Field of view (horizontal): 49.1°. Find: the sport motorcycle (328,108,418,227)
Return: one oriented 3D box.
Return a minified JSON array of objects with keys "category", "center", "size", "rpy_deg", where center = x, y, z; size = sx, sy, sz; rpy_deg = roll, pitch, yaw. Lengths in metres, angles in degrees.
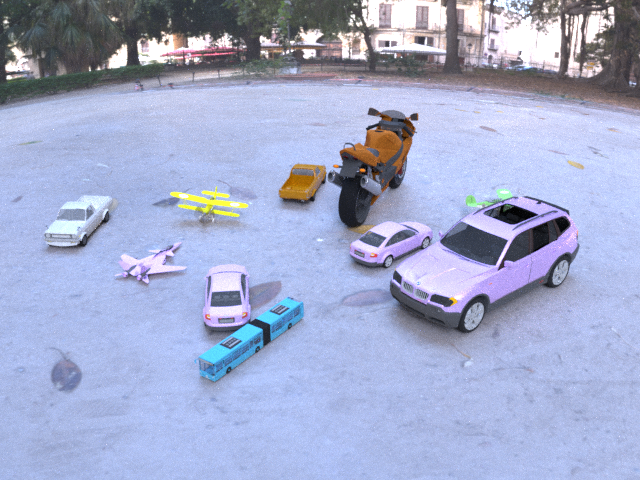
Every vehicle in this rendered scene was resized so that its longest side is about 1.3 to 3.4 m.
[{"category":"sport motorcycle","center":[1.015,-1.355,12.501],"size":[0.983,1.596,2.955],"rpy_deg":[11,28,23]}]

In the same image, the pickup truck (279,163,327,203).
[{"category":"pickup truck","center":[-0.311,-1.146,13.332],"size":[0.640,0.511,1.603],"rpy_deg":[5,26,11]}]

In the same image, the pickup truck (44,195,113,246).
[{"category":"pickup truck","center":[-4.021,-0.388,11.721],"size":[0.640,0.511,1.603],"rpy_deg":[2,25,5]}]

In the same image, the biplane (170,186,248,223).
[{"category":"biplane","center":[-1.891,-0.629,12.241],"size":[1.336,0.504,1.090],"rpy_deg":[2,25,3]}]

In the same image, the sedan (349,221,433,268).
[{"category":"sedan","center":[1.147,-0.022,10.976],"size":[1.613,0.483,0.635],"rpy_deg":[-23,33,-39]}]

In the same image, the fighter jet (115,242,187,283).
[{"category":"fighter jet","center":[-2.490,0.222,10.688],"size":[1.147,0.286,1.358],"rpy_deg":[10,27,20]}]

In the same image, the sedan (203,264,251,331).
[{"category":"sedan","center":[-1.258,0.685,9.475],"size":[0.635,0.483,1.613],"rpy_deg":[-3,25,-6]}]

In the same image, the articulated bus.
[{"category":"articulated bus","center":[-0.814,1.187,8.635],"size":[0.311,0.289,1.749],"rpy_deg":[17,30,31]}]

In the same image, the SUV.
[{"category":"SUV","center":[2.350,0.215,9.716],"size":[3.058,1.128,1.276],"rpy_deg":[-19,31,-35]}]

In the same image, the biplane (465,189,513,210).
[{"category":"biplane","center":[3.087,-0.617,12.214],"size":[1.090,0.504,1.336],"rpy_deg":[3,25,6]}]
